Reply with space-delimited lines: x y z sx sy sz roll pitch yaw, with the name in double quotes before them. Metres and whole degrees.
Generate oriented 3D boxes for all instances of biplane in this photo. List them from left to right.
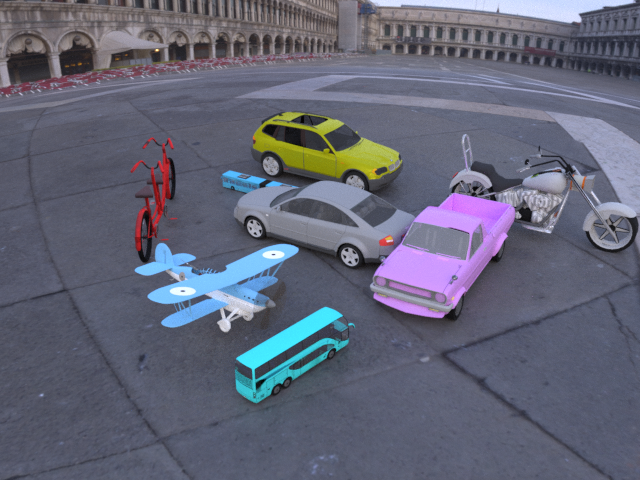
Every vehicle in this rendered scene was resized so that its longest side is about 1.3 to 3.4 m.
"biplane" -1.399 0.556 9.234 2.120 0.981 2.598 18 32 31

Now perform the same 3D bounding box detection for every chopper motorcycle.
"chopper motorcycle" 3.567 -0.773 11.291 3.040 1.480 0.906 15 30 26

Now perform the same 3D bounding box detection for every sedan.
"sedan" 0.017 -0.421 11.194 3.137 0.940 1.235 16 31 28

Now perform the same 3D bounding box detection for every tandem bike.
"tandem bike" -2.697 -0.801 11.515 0.550 1.326 3.192 -1 27 -1

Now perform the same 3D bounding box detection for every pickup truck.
"pickup truck" 1.887 0.050 10.212 1.244 0.993 3.117 15 30 26

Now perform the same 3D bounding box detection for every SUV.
"SUV" 0.105 -1.759 13.610 3.058 1.128 1.276 15 31 27

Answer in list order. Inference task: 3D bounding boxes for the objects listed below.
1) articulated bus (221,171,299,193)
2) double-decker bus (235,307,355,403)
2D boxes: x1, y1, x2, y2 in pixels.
"articulated bus" -1.071 -0.971 12.991 1.749 0.289 0.311 16 31 28
"double-decker bus" -0.276 1.306 8.247 0.389 0.541 1.672 23 35 38
